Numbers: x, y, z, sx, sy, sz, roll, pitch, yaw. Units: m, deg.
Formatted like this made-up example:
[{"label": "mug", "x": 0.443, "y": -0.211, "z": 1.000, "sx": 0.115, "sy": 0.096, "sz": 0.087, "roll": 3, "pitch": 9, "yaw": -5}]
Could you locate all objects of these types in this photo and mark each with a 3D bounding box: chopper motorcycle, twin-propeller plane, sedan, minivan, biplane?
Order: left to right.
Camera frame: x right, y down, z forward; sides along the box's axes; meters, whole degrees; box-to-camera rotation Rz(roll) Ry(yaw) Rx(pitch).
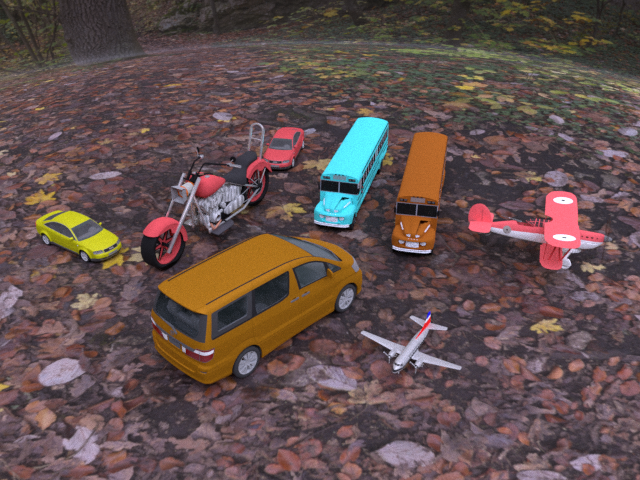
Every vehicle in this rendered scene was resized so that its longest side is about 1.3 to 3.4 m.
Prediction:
[{"label": "sedan", "x": -3.855, "y": -0.121, "z": 11.140, "sx": 1.613, "sy": 0.483, "sz": 0.635, "roll": 19, "pitch": 36, "yaw": 29}, {"label": "chopper motorcycle", "x": -1.768, "y": -0.756, "z": 11.236, "sx": 0.906, "sy": 1.480, "sz": 3.040, "roll": 17, "pitch": 35, "yaw": 27}, {"label": "minivan", "x": -0.708, "y": 0.647, "z": 9.142, "sx": 1.324, "sy": 1.197, "sz": 3.011, "roll": 25, "pitch": 39, "yaw": 36}, {"label": "sedan", "x": -0.724, "y": -1.913, "z": 14.169, "sx": 0.635, "sy": 0.483, "sz": 1.613, "roll": 5, "pitch": 31, "yaw": 9}, {"label": "twin-propeller plane", "x": 1.171, "y": 1.302, "z": 8.812, "sx": 1.370, "sy": 0.407, "sz": 1.095, "roll": 17, "pitch": 35, "yaw": 27}, {"label": "biplane", "x": 3.335, "y": -0.154, "z": 10.708, "sx": 2.120, "sy": 0.981, "sz": 2.598, "roll": 9, "pitch": 32, "yaw": 15}]

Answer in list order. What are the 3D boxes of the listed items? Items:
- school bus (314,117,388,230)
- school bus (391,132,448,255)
[{"label": "school bus", "x": 0.613, "y": -1.268, "z": 12.725, "sx": 0.709, "sy": 0.844, "sz": 3.322, "roll": 8, "pitch": 32, "yaw": 13}, {"label": "school bus", "x": 1.755, "y": -0.866, "z": 12.045, "sx": 0.709, "sy": 0.844, "sz": 3.322, "roll": 6, "pitch": 31, "yaw": 10}]
